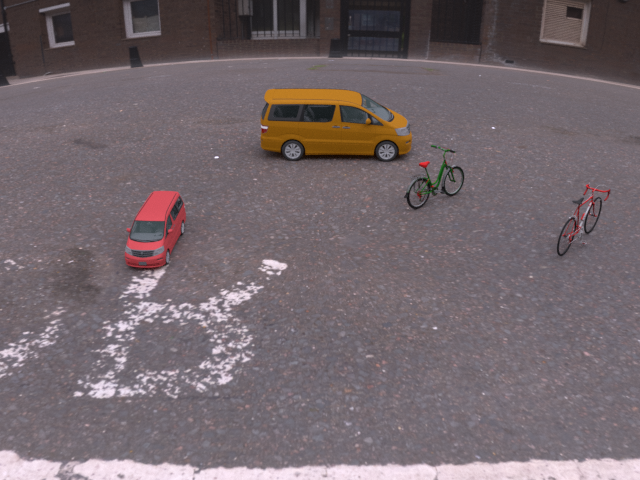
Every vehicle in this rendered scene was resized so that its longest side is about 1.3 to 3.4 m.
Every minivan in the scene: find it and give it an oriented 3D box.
[{"bbox_3d":[-2.451,-0.172,10.461,0.681,0.616,1.548,2,28,3],"label":"minivan"},{"bbox_3d":[0.327,-2.322,13.890,3.011,1.197,1.324,1,28,1],"label":"minivan"}]

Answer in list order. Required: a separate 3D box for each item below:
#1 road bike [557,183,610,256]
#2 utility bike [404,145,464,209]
[{"bbox_3d":[3.928,-0.327,10.501,0.358,0.852,1.545,23,35,36],"label":"road bike"},{"bbox_3d":[1.924,-1.094,11.846,1.435,0.946,0.535,-20,34,-33],"label":"utility bike"}]
